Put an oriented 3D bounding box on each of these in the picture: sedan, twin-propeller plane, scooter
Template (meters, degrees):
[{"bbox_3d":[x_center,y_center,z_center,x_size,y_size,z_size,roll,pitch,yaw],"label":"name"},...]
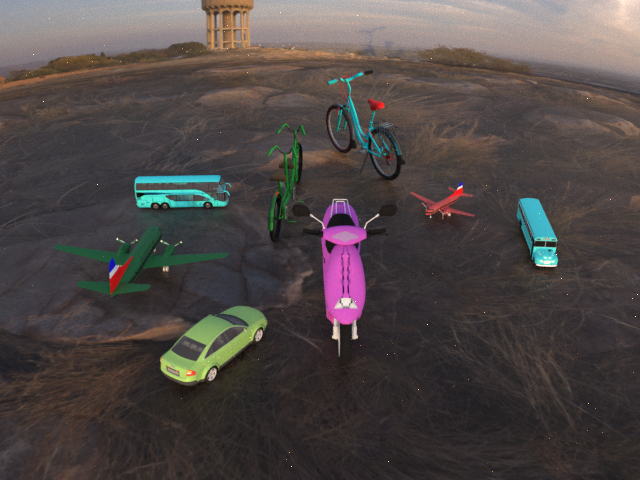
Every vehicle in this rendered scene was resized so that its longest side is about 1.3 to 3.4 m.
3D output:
[{"bbox_3d":[-1.285,1.218,8.714,0.635,0.483,1.613,17,33,29],"label":"sedan"},{"bbox_3d":[-2.696,0.195,10.278,2.663,0.792,2.129,3,29,5],"label":"twin-propeller plane"},{"bbox_3d":[0.297,0.208,9.211,1.288,1.786,2.721,0,28,0],"label":"scooter"},{"bbox_3d":[2.199,-0.696,12.326,1.370,0.407,1.095,25,37,38],"label":"twin-propeller plane"}]

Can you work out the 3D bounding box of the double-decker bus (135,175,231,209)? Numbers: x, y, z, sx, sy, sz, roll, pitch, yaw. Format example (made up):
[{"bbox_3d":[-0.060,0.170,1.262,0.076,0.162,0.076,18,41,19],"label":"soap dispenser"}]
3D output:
[{"bbox_3d":[-2.435,-0.858,12.484,1.672,0.541,0.389,-1,28,-2],"label":"double-decker bus"}]

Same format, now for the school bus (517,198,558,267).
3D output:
[{"bbox_3d":[3.490,-0.125,11.244,0.365,0.434,1.708,2,29,4],"label":"school bus"}]

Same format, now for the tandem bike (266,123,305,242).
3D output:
[{"bbox_3d":[-0.576,-1.129,12.160,0.550,1.326,3.192,3,29,6],"label":"tandem bike"}]

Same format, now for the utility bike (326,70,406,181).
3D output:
[{"bbox_3d":[0.759,-2.282,13.749,1.039,1.839,2.791,-15,32,-26],"label":"utility bike"}]
